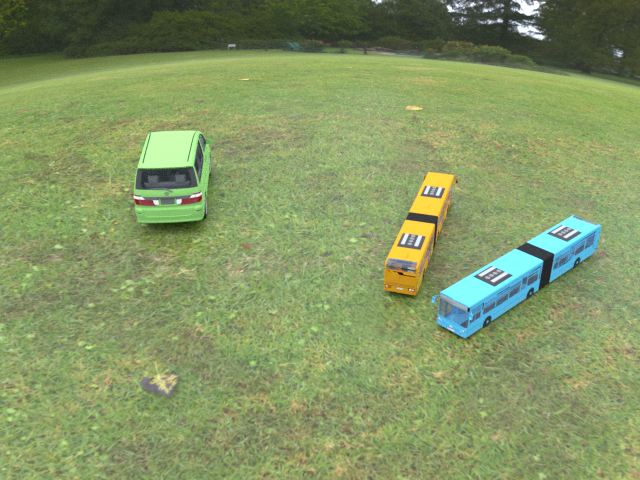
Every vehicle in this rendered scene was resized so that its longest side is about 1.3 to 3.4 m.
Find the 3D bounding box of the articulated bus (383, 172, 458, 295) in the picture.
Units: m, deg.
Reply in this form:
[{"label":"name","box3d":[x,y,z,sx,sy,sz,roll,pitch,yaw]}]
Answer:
[{"label":"articulated bus","box3d":[1.647,-0.209,11.179,0.605,0.561,3.401,9,30,16]}]

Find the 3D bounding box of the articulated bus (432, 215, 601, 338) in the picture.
[{"label":"articulated bus","box3d":[2.915,0.441,9.991,3.401,0.561,0.605,-24,37,-36]}]

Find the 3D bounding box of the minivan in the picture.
[{"label":"minivan","box3d":[-2.596,-1.319,12.544,1.324,1.197,3.011,-3,29,-5]}]
